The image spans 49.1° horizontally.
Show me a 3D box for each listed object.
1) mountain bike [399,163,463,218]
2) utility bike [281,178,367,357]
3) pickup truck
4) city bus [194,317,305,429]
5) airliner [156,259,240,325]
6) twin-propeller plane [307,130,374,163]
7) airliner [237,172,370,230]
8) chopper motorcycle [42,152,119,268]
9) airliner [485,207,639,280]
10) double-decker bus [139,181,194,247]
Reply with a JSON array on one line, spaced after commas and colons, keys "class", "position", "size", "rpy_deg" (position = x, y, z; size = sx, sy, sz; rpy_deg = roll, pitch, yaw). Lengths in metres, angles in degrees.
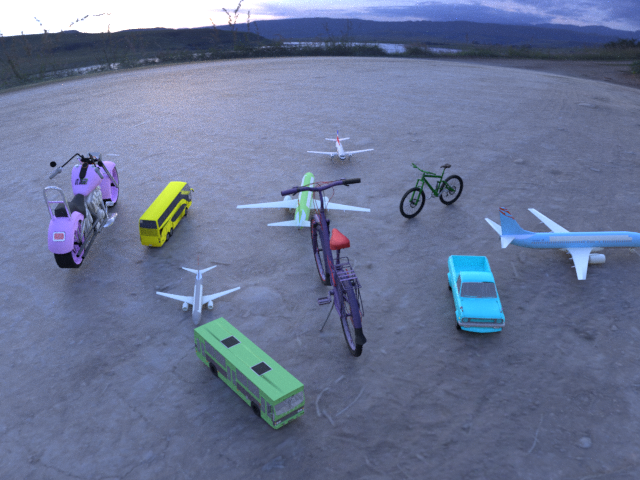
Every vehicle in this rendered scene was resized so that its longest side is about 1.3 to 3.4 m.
[{"class": "mountain bike", "position": [1.945, -0.894, 12.071], "size": [1.469, 0.868, 0.573], "rpy_deg": [-19, 34, -31]}, {"class": "utility bike", "position": [0.087, 0.220, 9.033], "size": [1.039, 1.839, 2.791], "rpy_deg": [-6, 29, -11]}, {"class": "pickup truck", "position": [2.121, 0.662, 9.607], "size": [0.640, 0.511, 1.603], "rpy_deg": [2, 29, 3]}, {"class": "city bus", "position": [-0.849, 1.516, 8.103], "size": [0.476, 0.460, 1.674], "rpy_deg": [-21, 35, -34]}, {"class": "airliner", "position": [-1.686, 0.691, 9.638], "size": [1.161, 0.429, 1.307], "rpy_deg": [-3, 29, -6]}, {"class": "twin-propeller plane", "position": [0.413, -1.902, 14.385], "size": [1.370, 0.407, 1.095], "rpy_deg": [-3, 29, -5]}, {"class": "airliner", "position": [-0.266, -0.828, 11.985], "size": [2.257, 0.835, 2.541], "rpy_deg": [2, 29, 3]}, {"class": "chopper motorcycle", "position": [-3.720, -0.739, 11.152], "size": [0.906, 1.480, 3.040], "rpy_deg": [-1, 29, -1]}, {"class": "airliner", "position": [3.908, -0.154, 10.756], "size": [2.541, 0.835, 2.257], "rpy_deg": [-2, 29, -3]}, {"class": "double-decker bus", "position": [-2.539, -0.471, 11.639], "size": [0.389, 0.541, 1.672], "rpy_deg": [4, 29, 8]}]
